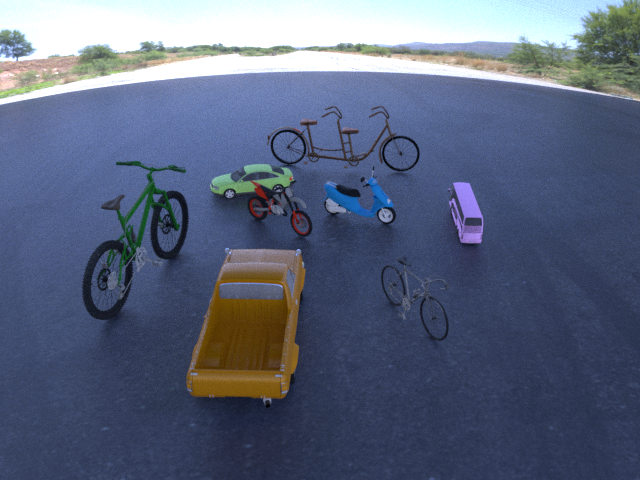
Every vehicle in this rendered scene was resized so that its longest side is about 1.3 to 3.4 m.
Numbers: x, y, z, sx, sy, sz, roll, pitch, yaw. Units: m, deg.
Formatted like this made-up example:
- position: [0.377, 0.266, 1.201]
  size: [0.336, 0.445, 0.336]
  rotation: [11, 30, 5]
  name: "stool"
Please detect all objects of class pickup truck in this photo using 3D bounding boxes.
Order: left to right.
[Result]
- position: [-0.850, 0.886, 8.907]
  size: [1.244, 0.993, 3.117]
  rotation: [1, 27, 2]
  name: "pickup truck"

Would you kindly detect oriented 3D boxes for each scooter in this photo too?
- position: [0.672, -0.789, 12.248]
  size: [1.399, 0.919, 0.662]
  rotation: [11, 29, 20]
  name: "scooter"

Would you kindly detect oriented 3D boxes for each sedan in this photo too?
- position: [-1.308, -1.168, 13.462]
  size: [1.613, 0.483, 0.635]
  rotation: [-6, 28, -12]
  name: "sedan"

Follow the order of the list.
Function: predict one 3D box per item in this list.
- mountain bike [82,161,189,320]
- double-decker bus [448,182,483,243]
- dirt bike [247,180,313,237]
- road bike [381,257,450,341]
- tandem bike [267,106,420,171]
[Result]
- position: [-2.598, -0.112, 10.090]
  size: [1.114, 1.688, 2.857]
  rotation: [8, 28, 15]
  name: "mountain bike"
- position: [2.509, -0.504, 12.107]
  size: [0.389, 0.541, 1.672]
  rotation: [1, 27, 2]
  name: "double-decker bus"
- position: [-0.701, -0.596, 11.940]
  size: [1.493, 0.857, 0.527]
  rotation: [21, 34, 35]
  name: "dirt bike"
- position: [1.252, 0.714, 9.397]
  size: [0.358, 0.852, 1.545]
  rotation: [-14, 30, -25]
  name: "road bike"
- position: [0.457, -2.100, 14.355]
  size: [3.192, 1.326, 0.550]
  rotation: [5, 28, 9]
  name: "tandem bike"
